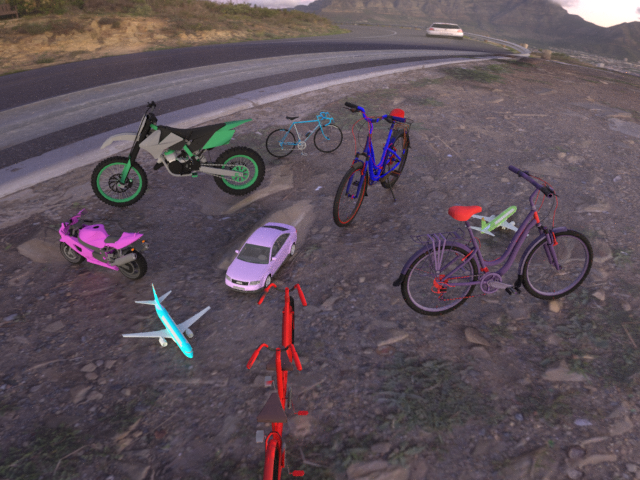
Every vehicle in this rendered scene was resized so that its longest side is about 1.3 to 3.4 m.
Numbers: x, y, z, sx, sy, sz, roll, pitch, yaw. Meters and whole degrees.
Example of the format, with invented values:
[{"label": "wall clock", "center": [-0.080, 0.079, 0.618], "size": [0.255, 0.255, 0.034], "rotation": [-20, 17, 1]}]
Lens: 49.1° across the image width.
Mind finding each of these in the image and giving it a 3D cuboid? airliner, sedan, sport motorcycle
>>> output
[{"label": "airliner", "center": [2.850, -0.395, 11.147], "size": [1.161, 0.429, 1.307], "rotation": [22, 37, 33]}, {"label": "airliner", "center": [-1.859, 1.009, 8.733], "size": [1.161, 0.429, 1.307], "rotation": [-17, 34, -27]}, {"label": "sedan", "center": [-0.833, 0.188, 10.091], "size": [0.635, 0.483, 1.613], "rotation": [10, 32, 17]}, {"label": "sport motorcycle", "center": [-3.100, 0.090, 9.924], "size": [1.520, 0.821, 0.506], "rotation": [12, 32, 20]}]

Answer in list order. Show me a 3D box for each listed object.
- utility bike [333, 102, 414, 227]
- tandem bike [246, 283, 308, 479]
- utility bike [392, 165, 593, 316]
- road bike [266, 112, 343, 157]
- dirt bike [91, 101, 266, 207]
[{"label": "utility bike", "center": [1.015, -1.386, 11.450], "size": [1.039, 1.839, 2.791], "rotation": [16, 34, 26]}, {"label": "tandem bike", "center": [-0.404, 1.427, 7.123], "size": [0.550, 1.326, 3.192], "rotation": [1, 30, 2]}, {"label": "utility bike", "center": [2.260, 0.036, 9.006], "size": [2.791, 1.839, 1.039], "rotation": [-6, 31, -11]}, {"label": "road bike", "center": [-0.297, -2.037, 13.551], "size": [1.545, 0.852, 0.358], "rotation": [-7, 31, -13]}, {"label": "dirt bike", "center": [-2.354, -1.387, 11.623], "size": [2.903, 1.666, 1.024], "rotation": [-7, 31, -12]}]
